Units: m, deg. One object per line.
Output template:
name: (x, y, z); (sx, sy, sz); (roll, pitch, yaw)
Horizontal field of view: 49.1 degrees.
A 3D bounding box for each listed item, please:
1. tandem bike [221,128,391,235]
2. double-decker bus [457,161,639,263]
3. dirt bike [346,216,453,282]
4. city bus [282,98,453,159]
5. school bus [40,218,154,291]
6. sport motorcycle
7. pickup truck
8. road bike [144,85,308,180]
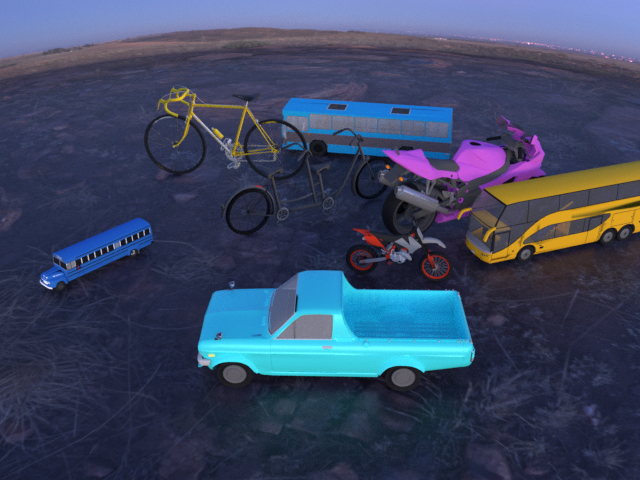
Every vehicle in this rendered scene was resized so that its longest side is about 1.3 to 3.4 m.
tandem bike: (-0.130, -0.970, 11.150); (3.192, 1.326, 0.550); (-17, 33, -27)
double-decker bus: (3.656, -0.423, 10.458); (3.251, 1.052, 0.756); (-10, 31, -18)
dirt bike: (1.094, 0.147, 9.644); (1.493, 0.857, 0.527); (6, 30, 10)
city bus: (0.922, -2.128, 13.648); (3.255, 0.894, 0.926); (6, 30, 10)
school bus: (-3.183, 0.189, 10.000); (0.365, 0.434, 1.708); (23, 37, 35)
sport motorcycle: (2.276, -0.919, 10.783); (2.955, 1.596, 0.983); (-10, 31, -18)
pickup truck: (0.164, 0.960, 8.061); (3.117, 0.993, 1.244); (1, 29, 1)
road bike: (-1.704, -1.876, 12.423); (3.004, 1.656, 0.697); (4, 30, 7)
